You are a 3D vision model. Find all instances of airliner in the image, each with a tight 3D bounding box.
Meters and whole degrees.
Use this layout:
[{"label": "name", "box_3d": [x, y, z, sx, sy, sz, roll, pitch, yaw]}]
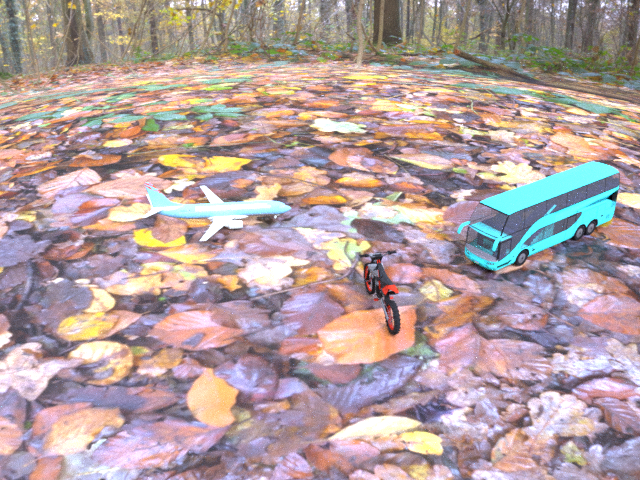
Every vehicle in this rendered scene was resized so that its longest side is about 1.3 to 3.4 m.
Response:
[{"label": "airliner", "box_3d": [-1.774, -0.688, 12.224, 2.541, 0.835, 2.257, -4, 28, -8]}]

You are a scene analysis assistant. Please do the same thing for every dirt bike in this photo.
[{"label": "dirt bike", "box_3d": [0.839, 0.628, 9.683, 0.527, 0.857, 1.493, -6, 28, -12]}]

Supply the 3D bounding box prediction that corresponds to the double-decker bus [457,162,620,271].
[{"label": "double-decker bus", "box_3d": [3.660, -0.411, 11.459, 3.251, 1.052, 0.756, -19, 33, -32]}]
